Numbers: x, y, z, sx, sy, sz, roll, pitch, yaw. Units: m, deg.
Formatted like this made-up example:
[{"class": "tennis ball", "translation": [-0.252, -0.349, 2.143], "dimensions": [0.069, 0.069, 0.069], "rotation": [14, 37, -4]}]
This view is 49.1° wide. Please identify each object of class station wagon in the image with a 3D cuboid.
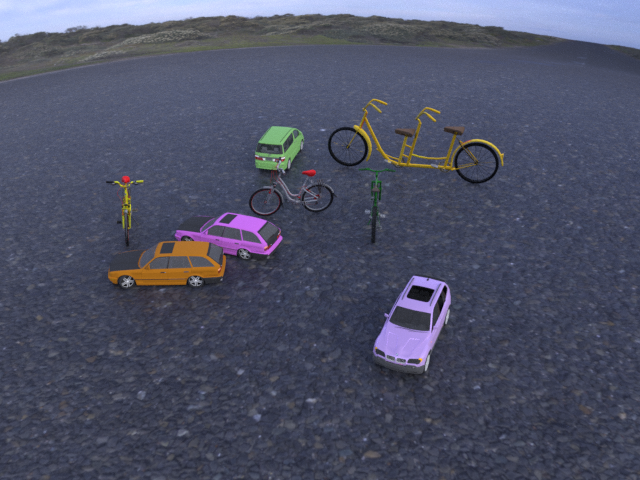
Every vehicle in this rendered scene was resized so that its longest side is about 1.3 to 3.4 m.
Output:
[{"class": "station wagon", "translation": [-1.384, -0.121, 10.438], "dimensions": [1.597, 0.473, 0.682], "rotation": [11, 31, 18]}, {"class": "station wagon", "translation": [-2.121, 0.307, 9.688], "dimensions": [1.597, 0.473, 0.682], "rotation": [-1, 30, -2]}]

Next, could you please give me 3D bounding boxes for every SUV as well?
[{"class": "SUV", "translation": [1.139, 0.968, 8.426], "dimensions": [0.656, 0.580, 1.572], "rotation": [12, 32, 19]}]

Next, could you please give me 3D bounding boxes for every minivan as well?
[{"class": "minivan", "translation": [-0.748, -1.817, 13.260], "dimensions": [0.681, 0.616, 1.548], "rotation": [7, 30, 11]}]

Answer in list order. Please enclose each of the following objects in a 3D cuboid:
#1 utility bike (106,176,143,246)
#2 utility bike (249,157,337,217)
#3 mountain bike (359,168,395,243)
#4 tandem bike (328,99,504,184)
[{"class": "utility bike", "translation": [-2.935, -0.571, 10.748], "dimensions": [0.535, 0.946, 1.435], "rotation": [-7, 30, -11]}, {"class": "utility bike", "translation": [-0.421, -0.797, 11.144], "dimensions": [1.435, 0.946, 0.535], "rotation": [-5, 30, -9]}, {"class": "mountain bike", "translation": [0.861, -0.590, 10.859], "dimensions": [0.573, 0.868, 1.469], "rotation": [3, 30, 5]}, {"class": "tandem bike", "translation": [1.660, -1.760, 12.445], "dimensions": [3.192, 1.326, 0.550], "rotation": [9, 31, 16]}]
